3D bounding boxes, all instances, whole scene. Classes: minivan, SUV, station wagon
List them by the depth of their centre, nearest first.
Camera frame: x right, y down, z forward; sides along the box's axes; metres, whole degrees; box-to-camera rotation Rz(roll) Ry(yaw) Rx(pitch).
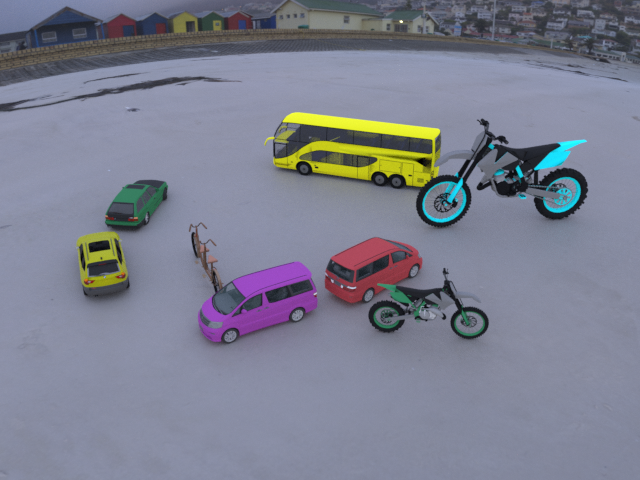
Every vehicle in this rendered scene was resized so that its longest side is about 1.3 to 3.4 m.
[{"bbox_3d":[-0.809,0.781,9.008,1.548,0.616,0.681,-15,32,-25],"label":"minivan"},{"bbox_3d":[0.787,0.335,9.814,1.548,0.616,0.681,-24,37,-36],"label":"minivan"},{"bbox_3d":[-3.132,0.241,10.022,0.656,0.580,1.572,-10,30,-17],"label":"SUV"},{"bbox_3d":[-3.075,-0.703,11.840,0.682,0.473,1.597,4,29,7],"label":"station wagon"}]

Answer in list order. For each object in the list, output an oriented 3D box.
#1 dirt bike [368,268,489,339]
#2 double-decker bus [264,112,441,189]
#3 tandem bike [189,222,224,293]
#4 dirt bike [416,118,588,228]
[{"bbox_3d":[1.352,0.826,8.677,1.493,0.857,0.527,4,29,7],"label":"dirt bike"},{"bbox_3d":[0.602,-1.690,13.029,3.251,1.052,0.756,10,30,17],"label":"double-decker bus"},{"bbox_3d":[-1.628,0.230,9.936,0.283,0.682,1.642,-12,31,-20],"label":"tandem bike"},{"bbox_3d":[2.967,-1.006,11.155,2.903,1.666,1.024,-4,29,-8],"label":"dirt bike"}]
